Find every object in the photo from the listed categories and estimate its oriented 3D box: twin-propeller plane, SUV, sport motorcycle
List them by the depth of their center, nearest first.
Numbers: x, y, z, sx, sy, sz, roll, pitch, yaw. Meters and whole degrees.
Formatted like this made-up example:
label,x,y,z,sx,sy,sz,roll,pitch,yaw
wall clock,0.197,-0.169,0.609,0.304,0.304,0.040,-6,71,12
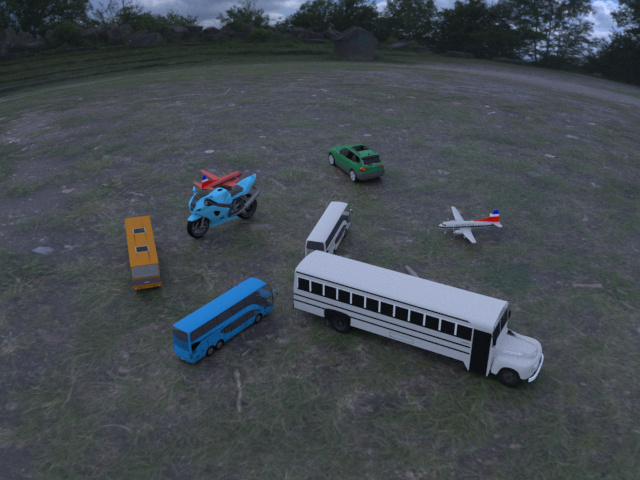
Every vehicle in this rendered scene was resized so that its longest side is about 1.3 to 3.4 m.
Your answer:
label,x,y,z,sx,sy,sz,roll,pitch,yaw
twin-propeller plane,2.538,-0.306,11.949,1.095,0.407,1.370,-2,28,-4
sport motorcycle,-1.671,-0.593,12.046,0.506,0.821,1.520,25,37,38
twin-propeller plane,-1.902,-1.194,13.605,1.370,0.407,1.095,20,34,33
SUV,0.734,-1.681,14.330,0.656,0.580,1.572,-13,31,-22

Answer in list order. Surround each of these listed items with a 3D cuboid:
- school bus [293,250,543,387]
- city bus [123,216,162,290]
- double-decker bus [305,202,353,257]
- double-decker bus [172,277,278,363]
label,x,y,z,sx,sy,sz,roll,pitch,yaw
school bus,1.230,0.964,9.118,3.322,0.844,0.709,15,32,25
city bus,-2.781,0.194,10.961,0.476,0.460,1.674,-8,29,-15
double-decker bus,0.153,-0.122,11.463,0.389,0.541,1.672,8,29,14
double-decker bus,-1.240,1.023,9.329,0.389,0.541,1.672,20,34,32
